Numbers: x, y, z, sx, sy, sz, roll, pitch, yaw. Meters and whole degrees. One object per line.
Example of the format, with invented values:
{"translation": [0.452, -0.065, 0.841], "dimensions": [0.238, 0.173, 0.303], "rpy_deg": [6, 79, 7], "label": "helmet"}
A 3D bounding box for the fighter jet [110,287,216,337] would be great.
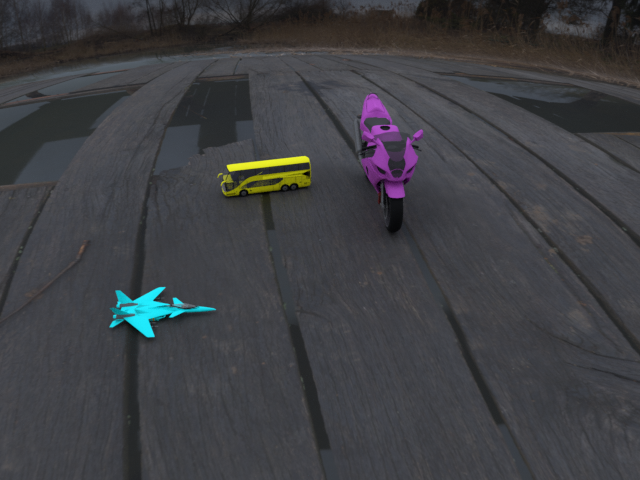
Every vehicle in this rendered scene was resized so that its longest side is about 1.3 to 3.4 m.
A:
{"translation": [-2.074, 0.881, 9.320], "dimensions": [1.358, 0.286, 1.147], "rpy_deg": [-2, 30, -3], "label": "fighter jet"}

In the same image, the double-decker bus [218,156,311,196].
{"translation": [-0.990, -1.144, 12.642], "dimensions": [1.672, 0.541, 0.389], "rpy_deg": [-8, 31, -14], "label": "double-decker bus"}

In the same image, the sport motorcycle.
{"translation": [1.079, -1.388, 12.000], "dimensions": [0.983, 1.596, 2.955], "rpy_deg": [-2, 30, -4], "label": "sport motorcycle"}
